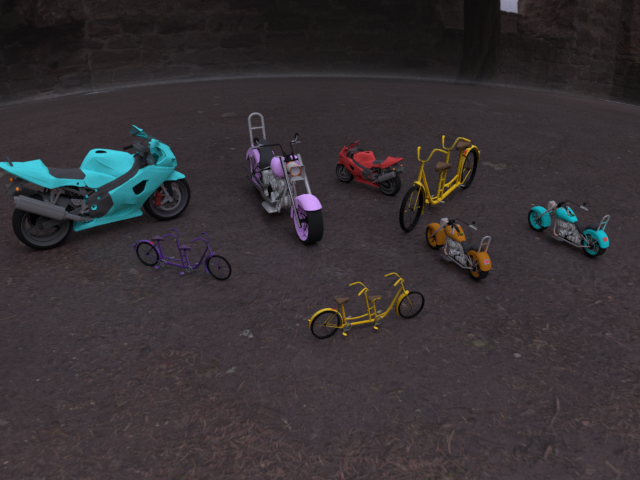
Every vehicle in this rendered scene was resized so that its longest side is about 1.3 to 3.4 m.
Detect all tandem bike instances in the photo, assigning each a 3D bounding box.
[{"bbox_3d":[-2.018,0.172,10.145,1.642,0.682,0.283,10,27,19],"label":"tandem bike"},{"bbox_3d":[0.607,0.819,8.793,1.642,0.682,0.283,-10,27,-20],"label":"tandem bike"},{"bbox_3d":[2.168,-1.181,12.224,0.550,1.326,3.192,16,30,30],"label":"tandem bike"}]

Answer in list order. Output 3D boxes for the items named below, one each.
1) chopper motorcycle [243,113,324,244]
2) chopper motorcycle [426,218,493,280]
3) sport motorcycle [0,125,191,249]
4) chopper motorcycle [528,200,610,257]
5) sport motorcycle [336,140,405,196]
[{"bbox_3d":[-0.650,-1.103,11.882,0.906,1.480,3.040,-10,28,-21],"label":"chopper motorcycle"},{"bbox_3d":[2.034,0.011,10.388,0.466,0.761,1.563,-10,27,-21],"label":"chopper motorcycle"},{"bbox_3d":[-3.481,-0.832,11.182,2.955,1.596,0.983,-16,30,-29],"label":"sport motorcycle"},{"bbox_3d":[3.895,-0.289,11.014,0.466,0.761,1.563,-13,29,-25],"label":"chopper motorcycle"},{"bbox_3d":[0.908,-1.348,13.157,1.520,0.821,0.506,20,32,35],"label":"sport motorcycle"}]
